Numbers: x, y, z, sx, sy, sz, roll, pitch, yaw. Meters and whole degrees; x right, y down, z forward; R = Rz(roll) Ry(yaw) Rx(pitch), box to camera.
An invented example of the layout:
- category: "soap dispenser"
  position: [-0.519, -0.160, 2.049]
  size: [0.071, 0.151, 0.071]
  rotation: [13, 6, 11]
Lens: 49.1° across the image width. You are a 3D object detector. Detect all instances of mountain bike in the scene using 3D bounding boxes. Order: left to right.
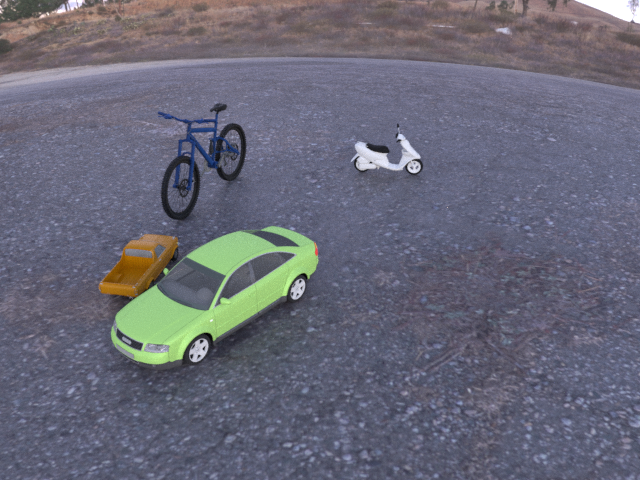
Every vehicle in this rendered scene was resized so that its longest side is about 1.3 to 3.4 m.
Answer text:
- category: "mountain bike"
  position: [-2.009, -1.531, 12.344]
  size: [1.114, 1.688, 2.857]
  rotation: [11, 30, 19]

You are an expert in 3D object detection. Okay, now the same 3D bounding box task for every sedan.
- category: "sedan"
  position: [-1.302, 0.583, 9.213]
  size: [1.235, 0.940, 3.137]
  rotation: [21, 35, 34]

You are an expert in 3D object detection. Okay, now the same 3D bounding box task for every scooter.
- category: "scooter"
  position: [1.303, -1.716, 13.496]
  size: [1.399, 0.919, 0.662]
  rotation: [4, 29, 7]

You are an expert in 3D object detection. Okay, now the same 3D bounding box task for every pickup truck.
- category: "pickup truck"
  position: [-2.594, 0.317, 10.158]
  size: [0.640, 0.511, 1.603]
  rotation: [5, 29, 10]
